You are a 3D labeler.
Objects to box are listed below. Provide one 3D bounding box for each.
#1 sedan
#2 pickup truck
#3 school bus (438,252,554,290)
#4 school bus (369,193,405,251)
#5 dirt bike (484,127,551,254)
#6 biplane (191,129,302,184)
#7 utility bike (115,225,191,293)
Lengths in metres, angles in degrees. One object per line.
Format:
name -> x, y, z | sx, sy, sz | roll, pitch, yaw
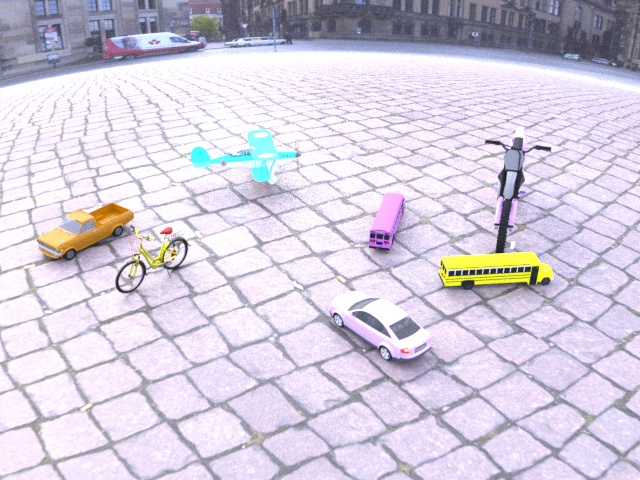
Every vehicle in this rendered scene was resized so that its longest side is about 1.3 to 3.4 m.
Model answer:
sedan -> 0.774, 1.070, 9.372 | 0.635, 0.483, 1.613 | -22, 37, -34
pickup truck -> -3.869, -0.215, 11.598 | 0.640, 0.511, 1.603 | 20, 35, 31
school bus -> 2.665, 0.451, 10.508 | 1.708, 0.434, 0.365 | -3, 30, -5
school bus -> 1.169, -0.372, 11.951 | 0.365, 0.434, 1.708 | 7, 31, 13
dirt bike -> 3.230, -0.966, 11.750 | 1.024, 1.666, 2.903 | 9, 31, 15
biplane -> -1.411, -1.569, 13.499 | 2.120, 0.981, 2.598 | -4, 30, -7
utility bike -> -2.449, 0.205, 10.423 | 0.535, 0.946, 1.435 | 21, 36, 33
